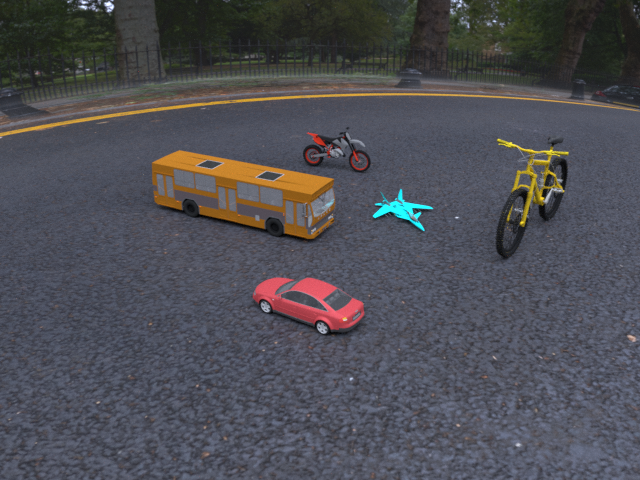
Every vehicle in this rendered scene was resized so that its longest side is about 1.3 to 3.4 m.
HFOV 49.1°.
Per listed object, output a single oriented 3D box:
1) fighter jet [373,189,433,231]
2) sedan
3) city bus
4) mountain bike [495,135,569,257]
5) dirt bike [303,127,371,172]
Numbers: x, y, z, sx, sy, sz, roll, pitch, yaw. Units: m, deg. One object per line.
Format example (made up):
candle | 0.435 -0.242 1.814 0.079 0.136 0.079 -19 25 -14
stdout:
fighter jet | 1.508 -0.509 12.238 1.147 0.286 1.358 -9 27 -18
sedan | -0.180 0.785 9.330 1.613 0.483 0.635 16 30 30
city bus | -1.364 -0.787 12.114 3.255 0.894 0.926 13 29 25
mountain bike | 3.505 -0.844 11.321 1.114 1.688 2.857 18 31 32
dirt bike | 0.338 -1.866 14.395 1.493 0.857 0.527 10 27 20
